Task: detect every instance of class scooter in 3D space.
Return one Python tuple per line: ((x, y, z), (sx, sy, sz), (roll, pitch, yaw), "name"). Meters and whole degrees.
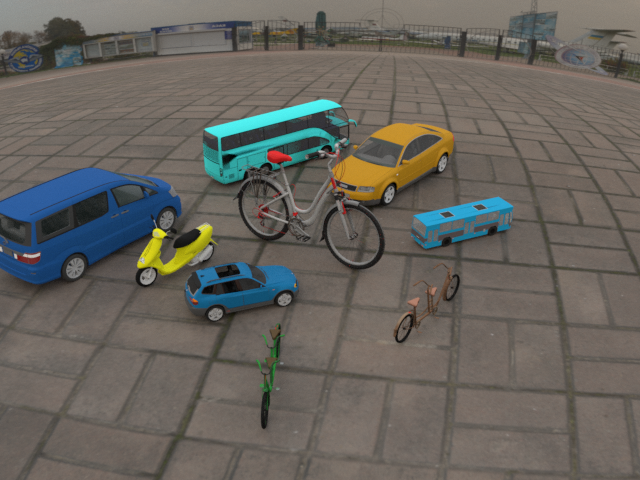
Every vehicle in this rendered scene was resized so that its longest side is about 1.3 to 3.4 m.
((-2.105, 0.082, 10.219), (1.399, 0.919, 0.662), (-25, 38, -37), "scooter")

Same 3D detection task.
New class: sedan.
((1.366, -1.554, 13.099), (1.235, 0.940, 3.137), (22, 36, 33), "sedan")

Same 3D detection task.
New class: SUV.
((-1.071, 0.622, 9.606), (1.572, 0.580, 0.656), (-11, 31, -18), "SUV")

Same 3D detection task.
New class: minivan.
((-3.519, -0.426, 10.836), (1.324, 1.197, 3.011), (19, 35, 30), "minivan")

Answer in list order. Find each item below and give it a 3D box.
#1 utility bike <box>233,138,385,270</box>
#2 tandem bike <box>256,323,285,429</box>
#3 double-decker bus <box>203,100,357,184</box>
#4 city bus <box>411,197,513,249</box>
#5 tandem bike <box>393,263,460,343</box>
((-0.179, -0.672, 10.620), (2.791, 1.839, 1.039), (18, 34, 28), "utility bike")
((-0.560, 1.425, 8.078), (0.283, 0.682, 1.642), (2, 29, 3), "tandem bike")
((-0.745, -1.977, 13.735), (3.251, 1.052, 0.756), (-21, 36, -33), "double-decker bus")
((2.303, -0.267, 11.305), (1.674, 0.460, 0.476), (-12, 32, -21), "city bus")
((1.437, 0.778, 9.226), (0.283, 0.682, 1.642), (22, 36, 33), "tandem bike")
